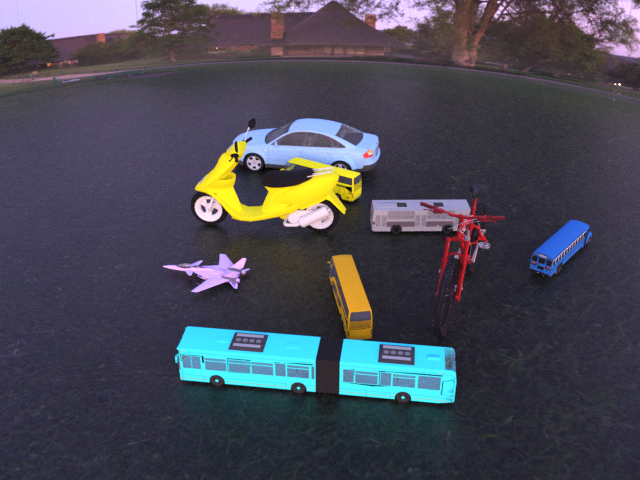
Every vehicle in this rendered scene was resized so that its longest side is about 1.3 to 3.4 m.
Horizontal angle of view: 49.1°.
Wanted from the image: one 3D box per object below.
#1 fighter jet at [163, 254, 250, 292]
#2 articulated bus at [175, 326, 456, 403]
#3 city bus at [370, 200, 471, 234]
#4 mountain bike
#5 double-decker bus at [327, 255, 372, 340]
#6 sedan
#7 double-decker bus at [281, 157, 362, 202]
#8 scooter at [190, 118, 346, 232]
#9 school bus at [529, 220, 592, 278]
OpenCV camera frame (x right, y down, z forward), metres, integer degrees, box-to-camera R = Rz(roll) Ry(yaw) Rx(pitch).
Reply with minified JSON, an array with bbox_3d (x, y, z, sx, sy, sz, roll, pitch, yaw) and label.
[{"bbox_3d":[-1.820,0.423,10.820,1.358,0.286,1.147,7,30,13],"label":"fighter jet"},{"bbox_3d":[-0.069,1.520,8.576,3.401,0.561,0.605,4,29,7],"label":"articulated bus"},{"bbox_3d":[1.726,-0.405,12.125,1.674,0.460,0.476,0,29,-1],"label":"city bus"},{"bbox_3d":[2.045,0.112,9.941,1.114,1.688,2.857,12,31,20],"label":"mountain bike"},{"bbox_3d":[0.415,0.764,9.950,0.389,0.541,1.672,-4,29,-7],"label":"double-decker bus"},{"bbox_3d":[-0.328,-1.972,14.437,3.137,0.940,1.235,6,30,11],"label":"sedan"},{"bbox_3d":[0.010,-1.176,13.422,1.672,0.541,0.389,17,34,28],"label":"double-decker bus"},{"bbox_3d":[-0.914,-0.993,11.817,2.721,1.786,1.288,4,29,7],"label":"scooter"},{"bbox_3d":[3.919,0.092,11.263,0.365,0.434,1.708,22,36,34],"label":"school bus"}]
